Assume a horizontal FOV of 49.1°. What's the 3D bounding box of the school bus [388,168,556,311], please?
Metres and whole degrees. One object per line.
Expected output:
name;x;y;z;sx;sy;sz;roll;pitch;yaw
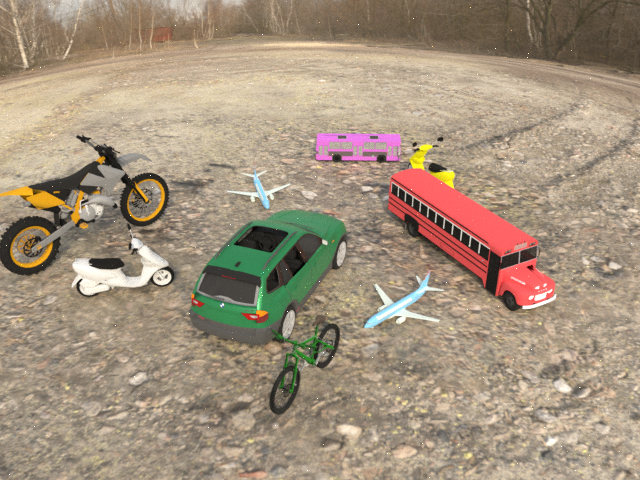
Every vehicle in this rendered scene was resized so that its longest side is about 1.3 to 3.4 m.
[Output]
school bus;2.208;-0.090;10.542;0.709;0.844;3.322;-15;33;-24

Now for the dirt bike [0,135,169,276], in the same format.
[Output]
dirt bike;-3.543;-0.614;10.627;1.024;1.666;2.903;25;38;36

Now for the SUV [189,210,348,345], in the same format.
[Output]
SUV;-0.611;0.273;9.627;1.276;1.128;3.058;12;32;19

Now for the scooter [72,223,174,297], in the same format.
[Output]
scooter;-2.762;0.334;9.732;1.399;0.919;0.662;-8;31;-13

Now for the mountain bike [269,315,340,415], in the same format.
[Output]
mountain bike;-0.153;1.338;8.043;0.573;0.868;1.469;17;34;27

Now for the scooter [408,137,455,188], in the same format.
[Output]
scooter;1.997;-1.317;12.593;0.662;0.919;1.399;-14;33;-23

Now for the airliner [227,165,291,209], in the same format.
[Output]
airliner;-1.060;-0.959;12.462;1.161;0.429;1.307;-8;31;-13

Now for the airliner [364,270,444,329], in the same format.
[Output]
airliner;1.062;0.810;9.396;1.307;0.429;1.161;-24;38;-36

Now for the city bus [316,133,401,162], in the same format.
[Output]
city bus;0.759;-1.829;13.940;1.674;0.460;0.476;1;30;1
